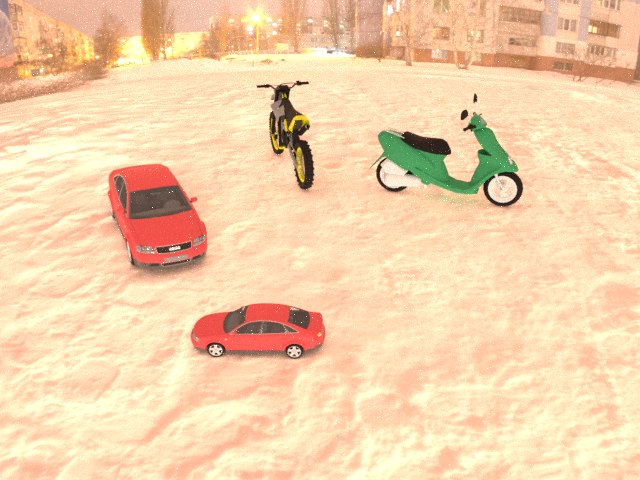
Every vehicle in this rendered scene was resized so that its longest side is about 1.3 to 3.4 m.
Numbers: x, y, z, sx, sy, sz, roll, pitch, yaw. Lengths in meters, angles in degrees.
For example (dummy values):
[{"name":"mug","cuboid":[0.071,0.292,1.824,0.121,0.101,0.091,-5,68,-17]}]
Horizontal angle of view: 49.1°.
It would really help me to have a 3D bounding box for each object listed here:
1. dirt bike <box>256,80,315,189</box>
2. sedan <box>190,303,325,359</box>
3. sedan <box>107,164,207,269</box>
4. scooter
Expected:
[{"name":"dirt bike","cuboid":[-0.614,-2.142,13.512,1.024,1.666,2.903,-8,27,-15]},{"name":"sedan","cuboid":[-0.742,1.045,8.374,1.613,0.483,0.635,1,26,1]},{"name":"sedan","cuboid":[-2.630,-0.540,11.079,1.235,0.940,3.137,-10,28,-20]},{"name":"scooter","cuboid":[2.208,-1.558,12.188,2.721,1.786,1.288,9,28,18]}]
